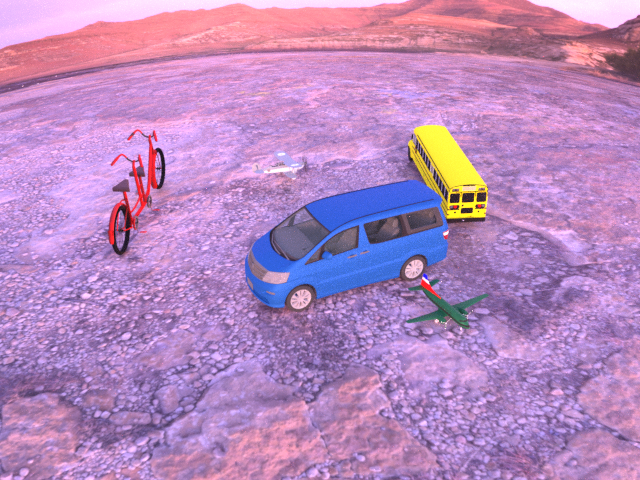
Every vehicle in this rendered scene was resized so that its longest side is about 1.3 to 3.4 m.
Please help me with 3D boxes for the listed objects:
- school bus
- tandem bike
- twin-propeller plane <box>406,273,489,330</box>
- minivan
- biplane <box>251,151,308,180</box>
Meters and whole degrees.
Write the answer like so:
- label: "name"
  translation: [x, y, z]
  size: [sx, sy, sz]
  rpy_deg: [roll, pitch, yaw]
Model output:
- label: "school bus"
  translation: [2.263, -1.335, 12.926]
  size: [0.709, 0.844, 3.322]
  rpy_deg: [-3, 30, -5]
- label: "tandem bike"
  translation: [-3.059, -0.954, 11.776]
  size: [0.550, 1.326, 3.192]
  rpy_deg: [1, 30, 3]
- label: "twin-propeller plane"
  translation: [1.694, 0.853, 9.546]
  size: [1.370, 0.407, 1.095]
  rpy_deg: [-15, 33, -24]
- label: "minivan"
  translation: [0.383, 0.020, 10.206]
  size: [3.011, 1.197, 1.324]
  rpy_deg: [-13, 32, -22]
- label: "biplane"
  translation: [-0.771, -1.387, 13.357]
  size: [1.090, 0.504, 1.336]
  rpy_deg: [-10, 31, -17]
